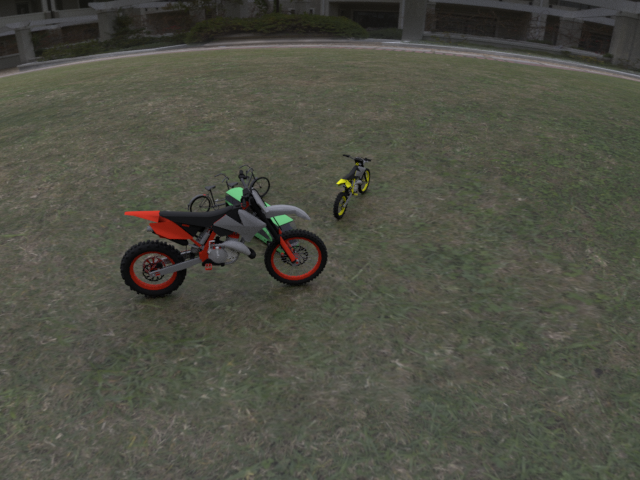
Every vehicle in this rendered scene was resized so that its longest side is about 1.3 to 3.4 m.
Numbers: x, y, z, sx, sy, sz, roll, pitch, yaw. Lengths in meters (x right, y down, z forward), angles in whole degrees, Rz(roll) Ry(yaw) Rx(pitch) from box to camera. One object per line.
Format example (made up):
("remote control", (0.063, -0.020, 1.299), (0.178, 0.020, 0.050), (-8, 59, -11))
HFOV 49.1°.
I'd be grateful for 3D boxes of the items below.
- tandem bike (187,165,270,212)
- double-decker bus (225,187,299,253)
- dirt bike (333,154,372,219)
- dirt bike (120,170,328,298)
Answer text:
("tandem bike", (-1.559, -0.867, 12.093), (1.642, 0.682, 0.283), (-21, 37, -31))
("double-decker bus", (-0.944, -0.312, 11.308), (0.389, 0.541, 1.672), (-23, 38, -33))
("dirt bike", (0.565, -0.992, 12.130), (0.527, 0.857, 1.493), (14, 34, 22))
("dirt bike", (-1.330, 0.004, 9.693), (2.903, 1.666, 1.024), (-4, 31, -7))
